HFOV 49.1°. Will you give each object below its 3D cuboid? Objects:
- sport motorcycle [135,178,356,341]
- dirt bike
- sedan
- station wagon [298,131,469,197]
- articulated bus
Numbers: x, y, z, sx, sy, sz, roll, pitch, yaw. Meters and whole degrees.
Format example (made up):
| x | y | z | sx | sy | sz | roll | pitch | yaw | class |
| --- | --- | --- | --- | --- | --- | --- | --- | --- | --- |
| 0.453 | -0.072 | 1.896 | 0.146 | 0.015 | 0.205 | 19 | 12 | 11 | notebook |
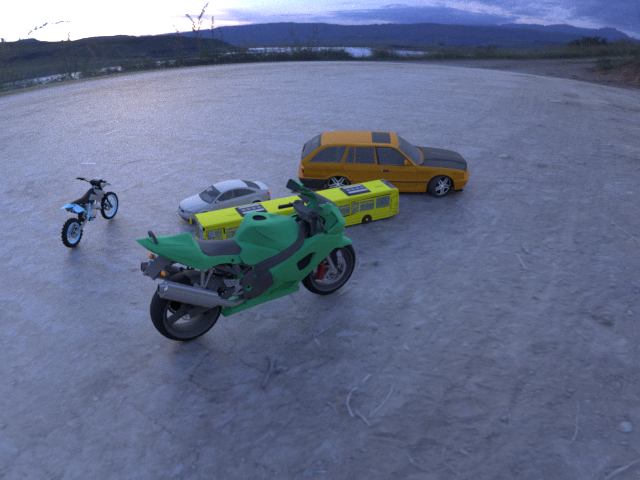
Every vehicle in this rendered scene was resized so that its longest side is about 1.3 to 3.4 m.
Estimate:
| x | y | z | sx | sy | sz | roll | pitch | yaw | class |
| --- | --- | --- | --- | --- | --- | --- | --- | --- | --- |
| -0.793 | 0.267 | 8.798 | 2.955 | 1.596 | 0.983 | -16 | 31 | -27 | sport motorcycle |
| -3.651 | -0.512 | 11.081 | 0.527 | 0.857 | 1.493 | 8 | 29 | 16 | dirt bike |
| -1.621 | -0.708 | 11.858 | 1.613 | 0.483 | 0.635 | -15 | 31 | -26 | sedan |
| 1.167 | -1.447 | 12.797 | 3.105 | 0.920 | 1.327 | 1 | 28 | 2 | station wagon |
| -0.326 | -0.394 | 11.176 | 3.401 | 0.561 | 0.605 | -12 | 30 | -22 | articulated bus |
